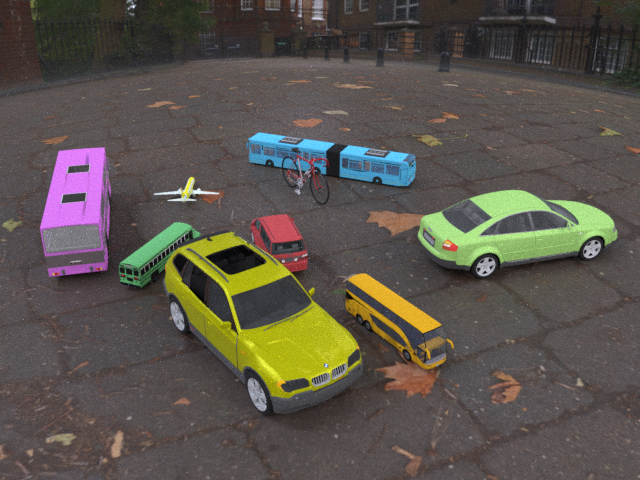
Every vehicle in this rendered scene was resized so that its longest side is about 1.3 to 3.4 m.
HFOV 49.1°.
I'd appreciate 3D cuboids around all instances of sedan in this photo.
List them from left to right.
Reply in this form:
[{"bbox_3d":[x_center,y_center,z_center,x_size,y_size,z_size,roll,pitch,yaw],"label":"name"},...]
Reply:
[{"bbox_3d":[3.038,-0.223,10.607,3.137,0.940,1.235,-8,28,-15],"label":"sedan"}]

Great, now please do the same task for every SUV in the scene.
[{"bbox_3d":[-0.784,0.835,8.331,1.276,1.128,3.058,-19,33,-32],"label":"SUV"}]

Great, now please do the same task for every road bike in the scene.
[{"bbox_3d":[-0.280,-1.203,12.620,0.358,0.852,1.545,-17,32,-30],"label":"road bike"}]

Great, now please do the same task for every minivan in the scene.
[{"bbox_3d":[-0.648,-0.041,10.607,0.681,0.616,1.548,-8,28,-15],"label":"minivan"}]

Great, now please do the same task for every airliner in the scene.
[{"bbox_3d":[-2.396,-0.979,12.645,1.161,0.429,1.307,-1,27,-1],"label":"airliner"}]

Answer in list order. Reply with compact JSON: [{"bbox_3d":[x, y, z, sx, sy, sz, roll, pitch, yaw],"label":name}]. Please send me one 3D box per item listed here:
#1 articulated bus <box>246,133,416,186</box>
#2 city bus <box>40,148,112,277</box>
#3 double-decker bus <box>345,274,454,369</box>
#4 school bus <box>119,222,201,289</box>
[{"bbox_3d":[0.167,-1.589,13.694,3.401,0.561,0.605,11,29,21],"label":"articulated bus"},{"bbox_3d":[-3.830,-0.510,11.217,0.926,0.894,3.255,-6,28,-12],"label":"city bus"},{"bbox_3d":[0.927,0.996,8.662,0.389,0.541,1.672,-17,32,-30],"label":"double-decker bus"},{"bbox_3d":[-2.323,0.169,10.395,0.365,0.434,1.708,10,29,19],"label":"school bus"}]
